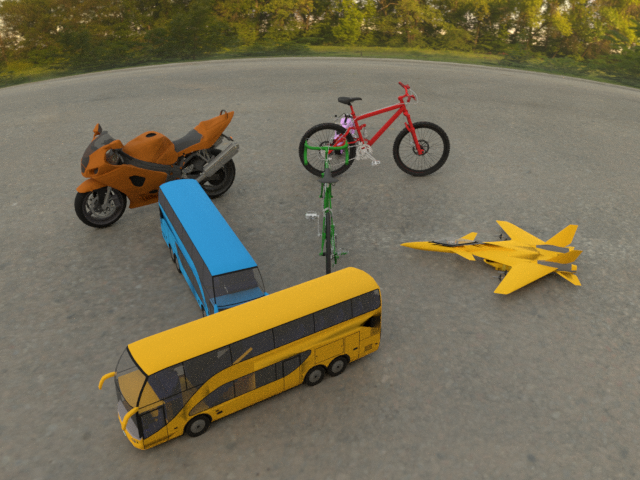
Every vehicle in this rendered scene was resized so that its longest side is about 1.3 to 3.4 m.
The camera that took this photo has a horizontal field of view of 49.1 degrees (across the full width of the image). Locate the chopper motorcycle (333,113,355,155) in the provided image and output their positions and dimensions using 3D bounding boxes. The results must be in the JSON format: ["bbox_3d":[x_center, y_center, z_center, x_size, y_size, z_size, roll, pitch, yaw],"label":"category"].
[{"bbox_3d":[0.531,-2.317,14.631,0.466,0.761,1.563,7,30,12],"label":"chopper motorcycle"}]

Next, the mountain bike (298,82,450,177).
[{"bbox_3d":[1.025,-1.952,13.009,2.857,1.688,1.114,-1,29,-2],"label":"mountain bike"}]

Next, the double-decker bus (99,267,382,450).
[{"bbox_3d":[-0.753,1.269,7.826,3.251,1.052,0.756,-18,33,-29],"label":"double-decker bus"}]

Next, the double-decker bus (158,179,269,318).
[{"bbox_3d":[-1.551,0.222,9.726,0.756,1.052,3.251,-12,31,-21],"label":"double-decker bus"}]

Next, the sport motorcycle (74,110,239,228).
[{"bbox_3d":[-2.713,-1.219,11.774,2.955,1.596,0.983,-19,34,-30],"label":"sport motorcycle"}]

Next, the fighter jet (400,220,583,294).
[{"bbox_3d":[2.527,0.068,10.516,2.640,0.557,2.229,6,30,11],"label":"fighter jet"}]

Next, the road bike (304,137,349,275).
[{"bbox_3d":[0.104,-0.467,10.349,0.697,1.656,3.004,0,29,0],"label":"road bike"}]
